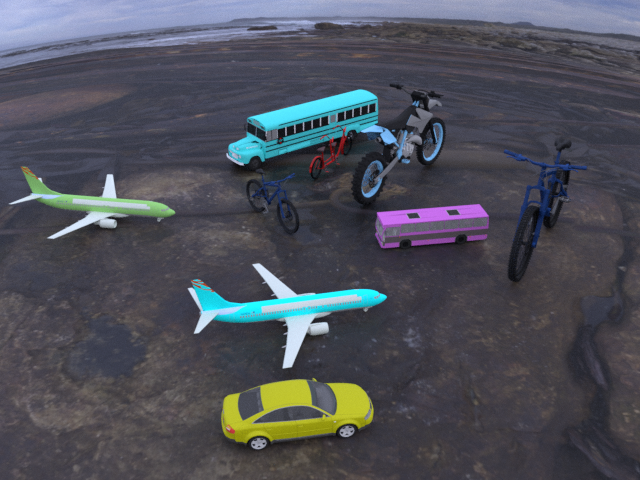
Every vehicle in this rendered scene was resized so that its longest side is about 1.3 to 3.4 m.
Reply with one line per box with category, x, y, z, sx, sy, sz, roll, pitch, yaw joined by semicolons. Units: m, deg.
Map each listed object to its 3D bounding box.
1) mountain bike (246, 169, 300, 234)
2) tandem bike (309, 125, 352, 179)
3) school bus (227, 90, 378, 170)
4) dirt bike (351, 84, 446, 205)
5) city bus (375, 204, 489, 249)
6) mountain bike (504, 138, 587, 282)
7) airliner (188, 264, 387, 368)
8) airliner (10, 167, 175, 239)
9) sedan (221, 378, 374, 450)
mountain bike;-0.780;-0.684;11.179;0.573;0.868;1.469;-21;36;-31
tandem bike;0.218;-1.681;13.058;0.283;0.682;1.642;16;34;25
school bus;-0.309;-2.210;13.798;3.322;0.844;0.709;-21;36;-31
dirt bike;1.447;-1.762;12.225;1.024;1.666;2.903;22;37;32
city bus;1.713;-0.196;10.752;1.674;0.460;0.476;-5;31;-8
mountain bike;3.278;-0.594;10.218;1.114;1.688;2.857;17;34;26
airliner;-0.357;0.701;8.858;2.541;0.835;2.257;-7;31;-12
airliner;-3.586;-0.729;11.288;2.541;0.835;2.257;4;31;7
sedan;-0.232;1.770;7.387;1.613;0.483;0.635;-5;31;-9
